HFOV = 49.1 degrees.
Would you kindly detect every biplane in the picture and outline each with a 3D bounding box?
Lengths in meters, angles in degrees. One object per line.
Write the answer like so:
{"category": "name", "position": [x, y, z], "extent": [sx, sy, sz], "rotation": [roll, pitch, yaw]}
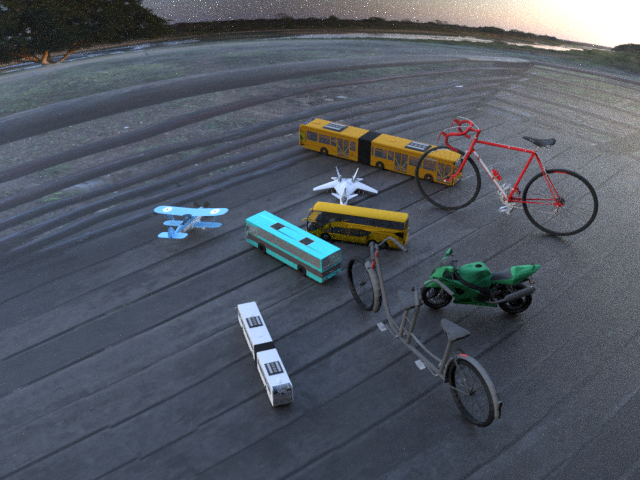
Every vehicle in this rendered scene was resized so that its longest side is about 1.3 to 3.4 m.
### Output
{"category": "biplane", "position": [-2.129, -0.274, 11.135], "extent": [1.336, 0.504, 1.090], "rotation": [11, 33, 18]}

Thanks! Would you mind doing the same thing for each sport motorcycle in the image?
{"category": "sport motorcycle", "position": [2.121, 0.604, 9.364], "extent": [1.520, 0.821, 0.506], "rotation": [3, 31, 5]}

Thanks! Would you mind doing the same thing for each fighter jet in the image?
{"category": "fighter jet", "position": [0.442, -0.885, 12.365], "extent": [1.147, 0.286, 1.358], "rotation": [3, 31, 4]}

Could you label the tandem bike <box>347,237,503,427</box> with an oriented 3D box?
{"category": "tandem bike", "position": [1.123, 0.912, 8.361], "extent": [0.550, 1.326, 3.192], "rotation": [-15, 34, -23]}

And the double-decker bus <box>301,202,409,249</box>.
{"category": "double-decker bus", "position": [0.558, -0.238, 11.039], "extent": [1.672, 0.541, 0.389], "rotation": [8, 32, 14]}

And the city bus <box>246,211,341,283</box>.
{"category": "city bus", "position": [-0.424, 0.099, 10.556], "extent": [1.674, 0.460, 0.476], "rotation": [27, 40, 37]}

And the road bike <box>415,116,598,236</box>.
{"category": "road bike", "position": [2.951, -1.018, 11.256], "extent": [3.004, 1.656, 0.696], "rotation": [16, 34, 24]}

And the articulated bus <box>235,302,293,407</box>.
{"category": "articulated bus", "position": [-0.699, 1.356, 8.629], "extent": [0.311, 0.289, 1.749], "rotation": [-10, 32, -16]}

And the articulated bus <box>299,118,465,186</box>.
{"category": "articulated bus", "position": [1.137, -1.735, 13.514], "extent": [3.401, 0.561, 0.605], "rotation": [18, 35, 27]}
